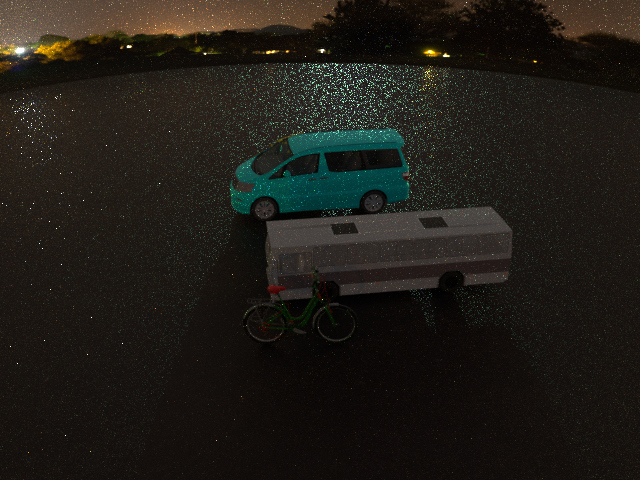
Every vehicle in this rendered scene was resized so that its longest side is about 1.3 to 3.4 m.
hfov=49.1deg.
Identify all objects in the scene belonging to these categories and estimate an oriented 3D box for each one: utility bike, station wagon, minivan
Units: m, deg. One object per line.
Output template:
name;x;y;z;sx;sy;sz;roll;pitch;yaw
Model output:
utility bike;-0.255;0.806;8.339;1.435;0.946;0.535;0;27;0
station wagon;-0.622;-1.744;13.798;1.597;0.473;0.682;-24;36;-39
minivan;-0.023;-1.157;11.872;3.011;1.197;1.324;-4;28;-8

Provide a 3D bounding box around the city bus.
city bus;0.909;0.203;9.565;3.255;0.894;0.926;-4;28;-8
